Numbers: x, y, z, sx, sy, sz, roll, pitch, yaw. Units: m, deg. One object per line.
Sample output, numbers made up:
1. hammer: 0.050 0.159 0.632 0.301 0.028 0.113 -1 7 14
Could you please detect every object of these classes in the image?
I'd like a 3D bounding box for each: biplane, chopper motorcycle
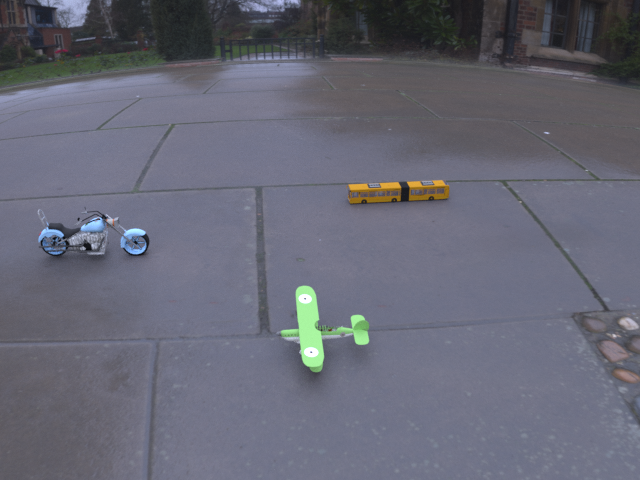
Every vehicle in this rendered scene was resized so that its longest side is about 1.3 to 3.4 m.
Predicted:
1. biplane: 0.033 1.087 8.142 1.090 0.504 1.336 -3 28 -5
2. chopper motorcycle: -3.292 -0.110 10.145 1.563 0.761 0.466 -2 28 -3

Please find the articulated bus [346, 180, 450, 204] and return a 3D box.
1. articulated bus: 1.336 -0.828 12.017 1.749 0.289 0.311 -3 28 -6
